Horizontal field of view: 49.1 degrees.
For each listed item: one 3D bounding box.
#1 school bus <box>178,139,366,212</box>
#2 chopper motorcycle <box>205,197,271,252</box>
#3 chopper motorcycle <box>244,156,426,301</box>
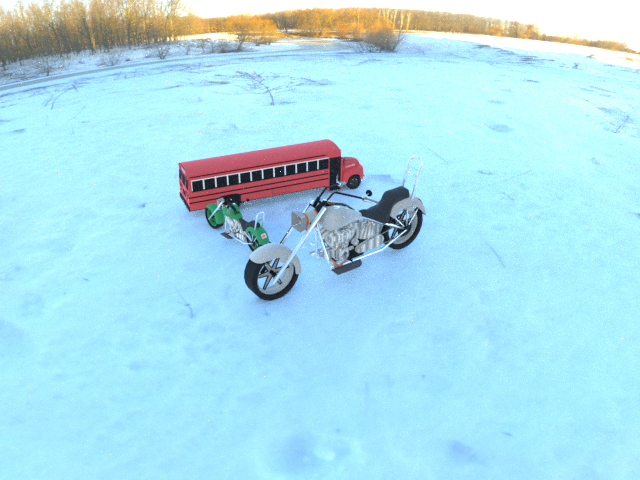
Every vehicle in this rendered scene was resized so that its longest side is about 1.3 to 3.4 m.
[{"bbox_3d":[-0.768,-1.156,12.253,3.322,0.844,0.709,-12,31,-21],"label":"school bus"},{"bbox_3d":[-1.318,-0.330,10.854,0.466,0.761,1.563,-23,36,-35],"label":"chopper motorcycle"},{"bbox_3d":[0.291,-0.201,9.884,3.040,1.480,0.906,-19,34,-30],"label":"chopper motorcycle"}]
